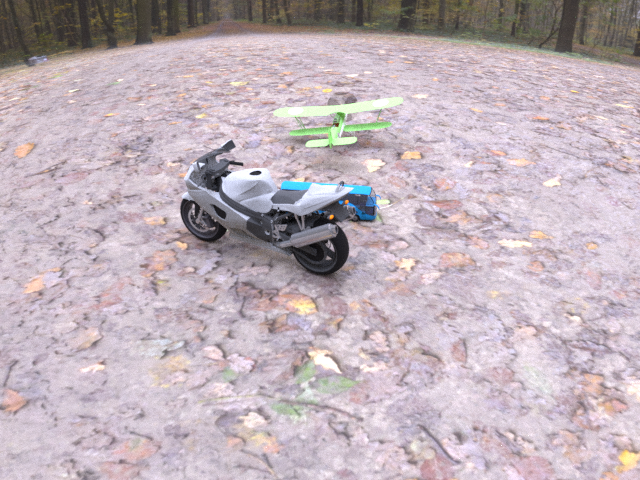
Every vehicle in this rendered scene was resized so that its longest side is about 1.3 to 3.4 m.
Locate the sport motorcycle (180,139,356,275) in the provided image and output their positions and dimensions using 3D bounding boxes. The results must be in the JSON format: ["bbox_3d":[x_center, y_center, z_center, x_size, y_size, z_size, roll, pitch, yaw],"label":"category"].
[{"bbox_3d":[-0.869,-0.442,10.327,2.955,1.596,0.983,15,35,23],"label":"sport motorcycle"}]

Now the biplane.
[{"bbox_3d":[0.299,-2.259,13.869,2.598,0.981,2.120,5,32,7],"label":"biplane"}]

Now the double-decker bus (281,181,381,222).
[{"bbox_3d":[0.170,-0.648,11.669,1.672,0.541,0.389,4,32,7],"label":"double-decker bus"}]
